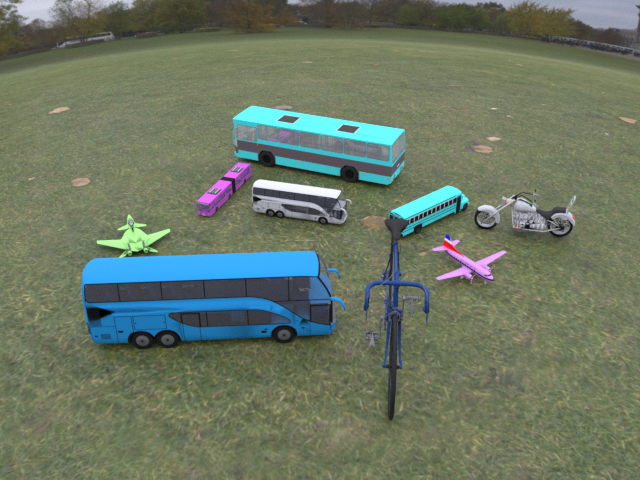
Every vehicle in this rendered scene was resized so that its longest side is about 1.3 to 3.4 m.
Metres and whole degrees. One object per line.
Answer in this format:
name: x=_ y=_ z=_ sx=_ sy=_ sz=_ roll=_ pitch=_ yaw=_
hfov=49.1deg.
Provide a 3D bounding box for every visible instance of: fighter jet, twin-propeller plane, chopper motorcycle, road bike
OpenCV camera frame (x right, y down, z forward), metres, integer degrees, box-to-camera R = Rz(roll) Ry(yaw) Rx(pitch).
fighter jet: x=-3.010 y=-0.174 z=11.247 sx=1.147 sy=0.286 sz=1.358 roll=-10 pitch=32 yaw=-16
twin-propeller plane: x=2.183 y=0.296 z=10.343 sx=1.370 sy=0.407 sz=1.095 roll=-19 pitch=36 yaw=-28
chopper motorcycle: x=3.299 y=-0.451 z=11.248 sx=1.563 sy=0.761 sz=0.466 roll=8 pitch=32 yaw=13
road bike: x=0.884 y=0.719 z=8.421 sx=0.696 sy=1.656 sz=3.004 roll=3 pitch=31 yaw=4

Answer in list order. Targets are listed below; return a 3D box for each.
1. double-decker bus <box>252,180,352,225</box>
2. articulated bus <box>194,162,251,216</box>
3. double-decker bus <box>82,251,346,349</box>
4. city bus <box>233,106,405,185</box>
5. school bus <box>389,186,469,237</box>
double-decker bus: x=-0.320 y=-0.632 z=11.764 sx=1.672 sy=0.541 sz=0.389 roll=9 pitch=32 yaw=14
articulated bus: x=-1.693 y=-0.930 z=12.507 sx=0.311 sy=0.289 sz=1.749 roll=10 pitch=32 yaw=16
double-decker bus: x=-1.323 y=0.744 z=8.968 sx=3.251 sy=1.052 sz=0.756 roll=-2 pitch=31 yaw=-3
city bus: x=-0.049 y=-1.800 z=13.370 sx=3.255 sy=0.894 sz=0.926 roll=13 pitch=33 yaw=20
school bus: x=1.854 y=-0.515 z=11.673 sx=1.708 sy=0.434 sz=0.365 roll=-24 pitch=38 yaw=-34
